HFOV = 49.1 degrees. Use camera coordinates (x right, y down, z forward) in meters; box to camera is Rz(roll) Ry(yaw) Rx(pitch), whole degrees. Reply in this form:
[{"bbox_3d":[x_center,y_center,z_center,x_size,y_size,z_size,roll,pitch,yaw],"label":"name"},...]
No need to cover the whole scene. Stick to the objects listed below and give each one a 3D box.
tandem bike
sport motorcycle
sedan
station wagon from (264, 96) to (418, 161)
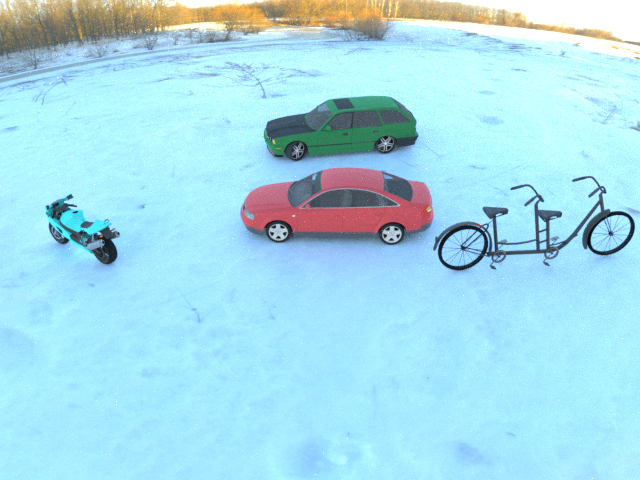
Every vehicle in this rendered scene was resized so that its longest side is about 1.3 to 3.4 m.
[{"bbox_3d":[3.225,-0.222,10.326,3.192,1.326,0.550,-5,31,-8],"label":"tandem bike"},{"bbox_3d":[-3.664,-0.151,10.697,1.520,0.821,0.506,19,36,29],"label":"sport motorcycle"},{"bbox_3d":[0.273,-0.628,11.375,3.137,0.940,1.235,1,31,1],"label":"sedan"},{"bbox_3d":[0.398,-2.339,14.235,3.105,0.920,1.327,-6,32,-10],"label":"station wagon"}]
